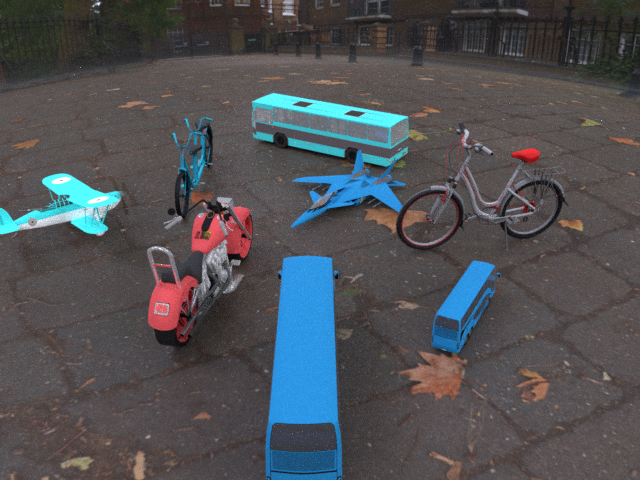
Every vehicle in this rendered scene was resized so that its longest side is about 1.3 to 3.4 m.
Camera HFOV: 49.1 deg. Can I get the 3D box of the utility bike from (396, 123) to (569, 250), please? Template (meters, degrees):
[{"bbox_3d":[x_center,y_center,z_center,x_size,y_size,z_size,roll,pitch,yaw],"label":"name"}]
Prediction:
[{"bbox_3d":[2.491,-0.697,10.222,2.791,1.839,1.039,-6,28,-12],"label":"utility bike"}]

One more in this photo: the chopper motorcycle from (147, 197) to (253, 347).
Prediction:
[{"bbox_3d":[-1.440,0.122,9.024,0.906,1.480,3.040,6,28,11],"label":"chopper motorcycle"}]

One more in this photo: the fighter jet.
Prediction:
[{"bbox_3d":[0.323,-0.839,11.894,2.229,0.557,2.640,18,33,32],"label":"fighter jet"}]

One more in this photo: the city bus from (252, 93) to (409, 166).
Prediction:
[{"bbox_3d":[0.155,-2.238,14.242,3.255,0.894,0.926,16,31,28],"label":"city bus"}]

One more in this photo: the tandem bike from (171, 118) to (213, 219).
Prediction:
[{"bbox_3d":[-2.203,-1.513,12.364,0.550,1.326,3.192,1,27,2],"label":"tandem bike"}]

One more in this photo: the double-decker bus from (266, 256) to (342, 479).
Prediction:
[{"bbox_3d":[-0.141,1.220,7.361,0.756,1.052,3.251,0,27,0],"label":"double-decker bus"}]

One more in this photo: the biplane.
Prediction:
[{"bbox_3d":[-3.961,-0.442,10.663,2.120,0.981,2.598,-19,33,-32],"label":"biplane"}]

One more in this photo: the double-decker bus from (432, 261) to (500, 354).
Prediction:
[{"bbox_3d":[1.842,0.786,8.760,0.389,0.541,1.672,14,30,25],"label":"double-decker bus"}]
